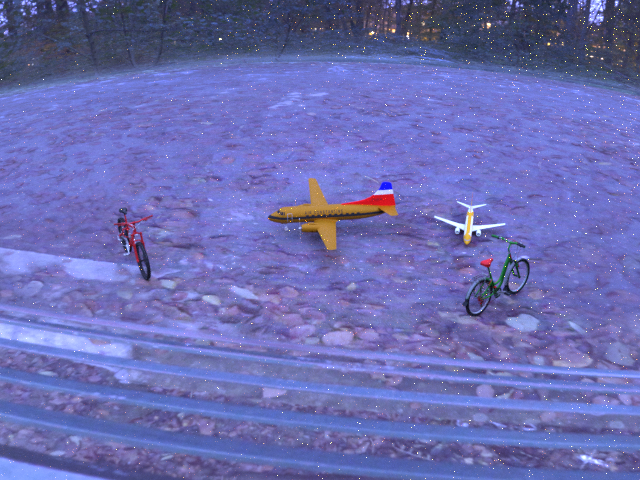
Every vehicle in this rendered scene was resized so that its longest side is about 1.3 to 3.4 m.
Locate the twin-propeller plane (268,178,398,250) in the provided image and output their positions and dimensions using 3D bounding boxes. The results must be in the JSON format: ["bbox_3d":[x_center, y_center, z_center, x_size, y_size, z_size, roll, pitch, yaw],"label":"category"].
[{"bbox_3d":[0.200,-0.547,11.494,2.129,0.792,2.663,-3,29,-6],"label":"twin-propeller plane"}]

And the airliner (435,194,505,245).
[{"bbox_3d":[2.458,-0.344,11.499,1.161,0.429,1.307,7,29,12],"label":"airliner"}]

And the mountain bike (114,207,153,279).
[{"bbox_3d":[-2.807,-0.022,10.450,0.573,0.868,1.469,-15,32,-26],"label":"mountain bike"}]

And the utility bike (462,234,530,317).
[{"bbox_3d":[2.391,0.448,9.507,1.435,0.946,0.535,-22,35,-34],"label":"utility bike"}]
